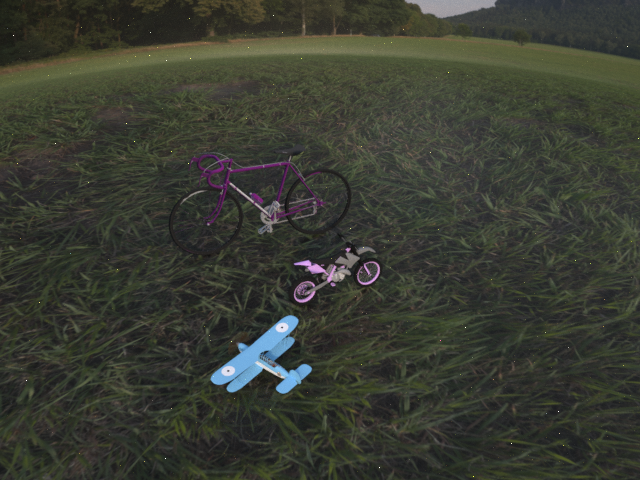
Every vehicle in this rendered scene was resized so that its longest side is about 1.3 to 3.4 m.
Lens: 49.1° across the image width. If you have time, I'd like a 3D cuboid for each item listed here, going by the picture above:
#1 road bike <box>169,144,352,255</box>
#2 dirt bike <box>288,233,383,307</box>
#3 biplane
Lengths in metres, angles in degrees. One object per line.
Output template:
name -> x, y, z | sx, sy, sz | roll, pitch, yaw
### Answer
road bike -> -0.880, -0.664, 10.912 | 3.004, 1.656, 0.696 | -11, 31, -19
dirt bike -> 0.233, 0.416, 9.781 | 1.493, 0.857, 0.527 | -14, 32, -24
biplane -> -0.632, 1.462, 8.251 | 1.090, 0.504, 1.336 | 24, 37, 36
